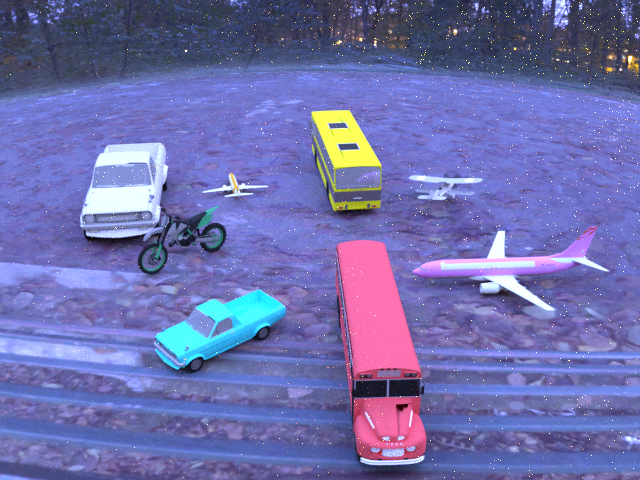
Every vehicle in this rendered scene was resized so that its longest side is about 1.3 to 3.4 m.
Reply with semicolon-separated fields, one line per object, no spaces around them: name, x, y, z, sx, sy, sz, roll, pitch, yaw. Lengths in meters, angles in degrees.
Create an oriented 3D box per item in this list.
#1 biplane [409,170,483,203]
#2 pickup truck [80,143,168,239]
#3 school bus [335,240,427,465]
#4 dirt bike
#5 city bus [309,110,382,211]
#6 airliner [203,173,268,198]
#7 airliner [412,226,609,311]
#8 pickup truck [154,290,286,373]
biplane;2.096;-0.877;12.171;1.336;0.504;1.090;15;30;27
pickup truck;-3.270;-1.010;11.892;1.244;0.993;3.117;-4;27;-7
school bus;0.607;1.105;7.855;0.709;0.844;3.322;-1;27;-2
dirt bike;-1.985;-0.055;10.146;1.493;0.857;0.527;-22;34;-37
city bus;0.419;-1.513;13.001;0.926;0.894;3.255;-3;27;-7
airliner;-1.543;-1.058;12.615;1.161;0.429;1.307;-6;27;-12
airliner;2.547;0.212;9.640;2.541;0.835;2.257;-1;27;-2
pickup truck;-1.180;1.012;8.410;1.603;0.511;0.640;-22;34;-36
